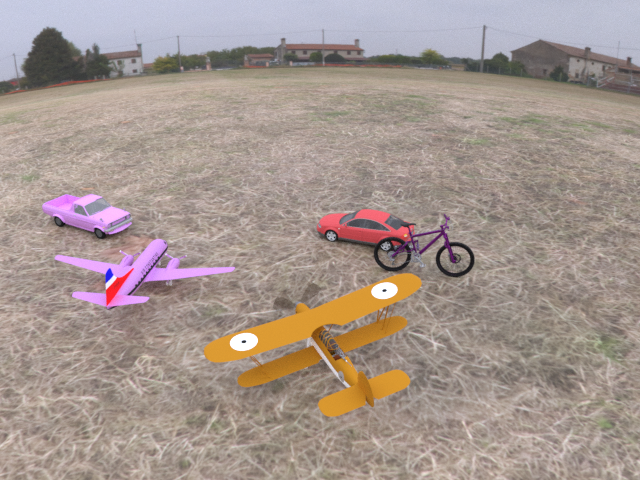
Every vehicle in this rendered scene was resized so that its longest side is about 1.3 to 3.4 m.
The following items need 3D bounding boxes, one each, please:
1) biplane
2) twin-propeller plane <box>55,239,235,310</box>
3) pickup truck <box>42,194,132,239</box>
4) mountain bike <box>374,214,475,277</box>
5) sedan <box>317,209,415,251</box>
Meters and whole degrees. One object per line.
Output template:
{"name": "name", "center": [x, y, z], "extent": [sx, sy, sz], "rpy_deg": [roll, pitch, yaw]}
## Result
{"name": "biplane", "center": [0.084, 1.224, 7.720], "extent": [2.598, 0.981, 2.120], "rpy_deg": [-10, 27, -20]}
{"name": "twin-propeller plane", "center": [-2.540, 0.355, 9.769], "extent": [2.663, 0.792, 2.129], "rpy_deg": [4, 26, 8]}
{"name": "pickup truck", "center": [-3.953, -0.481, 11.854], "extent": [1.603, 0.511, 0.640], "rpy_deg": [14, 29, 27]}
{"name": "mountain bike", "center": [1.518, 0.110, 10.196], "extent": [1.469, 0.868, 0.573], "rpy_deg": [5, 26, 10]}
{"name": "sedan", "center": [0.728, -0.226, 11.350], "extent": [1.613, 0.483, 0.635], "rpy_deg": [10, 27, 20]}
